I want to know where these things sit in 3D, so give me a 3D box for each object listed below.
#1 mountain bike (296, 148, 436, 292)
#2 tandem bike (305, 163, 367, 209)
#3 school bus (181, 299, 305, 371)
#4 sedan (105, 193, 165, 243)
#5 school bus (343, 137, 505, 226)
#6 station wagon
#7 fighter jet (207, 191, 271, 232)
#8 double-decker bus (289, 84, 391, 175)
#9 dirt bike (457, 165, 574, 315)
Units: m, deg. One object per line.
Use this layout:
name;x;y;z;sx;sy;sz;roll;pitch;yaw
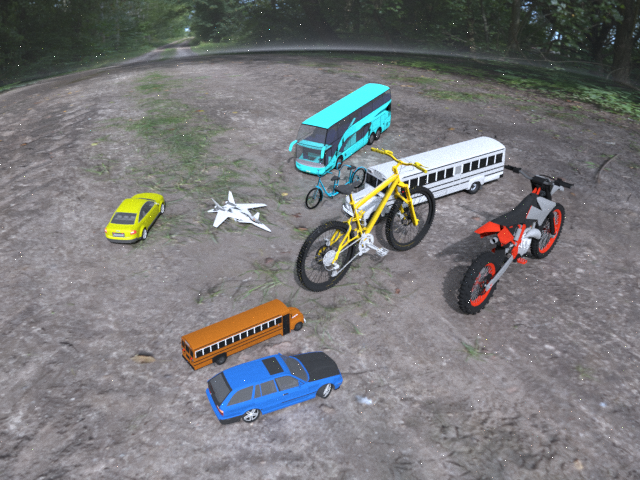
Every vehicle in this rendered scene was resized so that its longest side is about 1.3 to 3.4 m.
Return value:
mountain bike;0.776;-0.310;10.437;2.857;1.688;1.114;-23;37;-35
tandem bike;0.320;-1.081;12.791;0.283;0.682;1.642;26;39;37
school bus;-0.956;1.181;9.100;1.708;0.434;0.365;-20;35;-31
sedan;-3.128;-0.461;11.911;0.635;0.483;1.613;4;30;7
school bus;1.916;-1.108;12.676;3.322;0.844;0.709;-18;34;-28
station wagon;-0.517;1.650;8.243;1.597;0.473;0.682;-13;32;-21
fighter jet;-1.304;-0.455;12.098;1.358;0.286;1.147;26;39;37
double-decker bus;0.531;-2.328;14.592;0.756;1.052;3.251;16;33;26
dirt bike;2.864;-0.102;10.097;1.024;1.666;2.903;25;38;36
